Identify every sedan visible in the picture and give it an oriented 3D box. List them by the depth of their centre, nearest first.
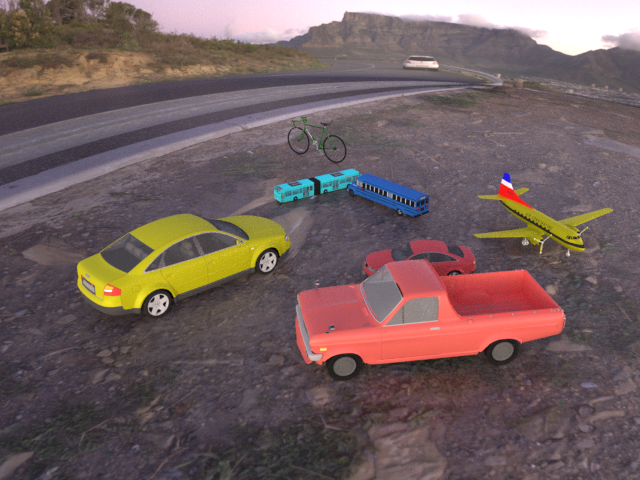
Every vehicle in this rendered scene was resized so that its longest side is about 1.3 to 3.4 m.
[{"bbox_3d":[-1.809,0.155,9.822,3.137,0.940,1.235,-21,33,-37],"label":"sedan"},{"bbox_3d":[1.430,0.286,10.079,1.613,0.483,0.635,-1,26,-3],"label":"sedan"}]

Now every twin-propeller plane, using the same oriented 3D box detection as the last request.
[{"bbox_3d":[3.489,-0.411,11.174,2.663,0.792,2.129,-10,28,-21],"label":"twin-propeller plane"}]

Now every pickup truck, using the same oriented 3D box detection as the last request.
[{"bbox_3d":[1.265,0.826,8.363,3.117,0.993,1.244,-4,26,-8],"label":"pickup truck"}]

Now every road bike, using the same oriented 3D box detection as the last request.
[{"bbox_3d":[-0.078,-2.114,14.655,1.545,0.852,0.358,18,31,33],"label":"road bike"}]

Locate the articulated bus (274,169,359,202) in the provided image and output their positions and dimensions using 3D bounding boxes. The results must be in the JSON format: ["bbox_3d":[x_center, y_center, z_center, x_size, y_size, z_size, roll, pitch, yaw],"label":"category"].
[{"bbox_3d":[-0.030,-1.016,13.016,1.749,0.289,0.311,-15,30,-29],"label":"articulated bus"}]

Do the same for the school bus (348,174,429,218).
[{"bbox_3d":[1.173,-0.814,12.427,0.365,0.434,1.708,-21,33,-37],"label":"school bus"}]
